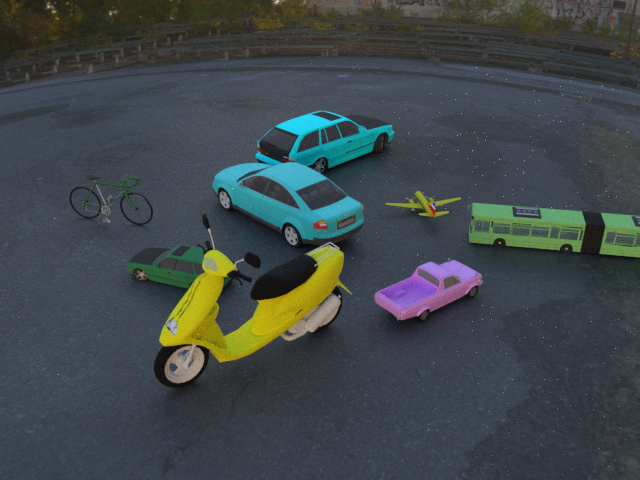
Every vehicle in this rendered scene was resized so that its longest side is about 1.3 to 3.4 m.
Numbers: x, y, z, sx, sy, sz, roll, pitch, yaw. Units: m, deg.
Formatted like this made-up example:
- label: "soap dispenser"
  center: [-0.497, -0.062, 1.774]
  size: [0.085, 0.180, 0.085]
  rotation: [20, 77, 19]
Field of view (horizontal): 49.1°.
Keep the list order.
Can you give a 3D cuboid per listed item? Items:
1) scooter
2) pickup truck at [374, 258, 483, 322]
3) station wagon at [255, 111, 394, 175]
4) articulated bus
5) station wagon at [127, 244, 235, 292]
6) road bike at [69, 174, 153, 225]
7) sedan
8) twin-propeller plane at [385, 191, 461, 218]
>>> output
- label: "scooter"
  center: [-0.751, 0.627, 8.313]
  size: [2.721, 1.786, 1.288]
  rotation: [-18, 34, -30]
- label: "pickup truck"
  center: [1.512, 0.641, 9.620]
  size: [1.603, 0.511, 0.640]
  rotation: [-20, 34, -32]
- label: "station wagon"
  center: [0.184, -2.106, 14.224]
  size: [3.105, 0.920, 1.327]
  rotation: [-25, 37, -38]
- label: "articulated bus"
  center: [4.041, -0.133, 10.985]
  size: [3.401, 0.561, 0.605]
  rotation: [5, 29, 9]
- label: "station wagon"
  center: [-2.030, 0.352, 10.189]
  size: [1.597, 0.473, 0.682]
  rotation: [10, 30, 18]
- label: "road bike"
  center: [-3.514, -0.685, 11.692]
  size: [1.545, 0.852, 0.358]
  rotation: [7, 29, 13]
- label: "sedan"
  center: [-0.624, -0.795, 11.802]
  size: [1.235, 0.940, 3.137]
  rotation: [-24, 37, -37]
- label: "twin-propeller plane"
  center: [1.823, -0.663, 12.116]
  size: [1.370, 0.407, 1.095]
  rotation: [-5, 29, -9]
